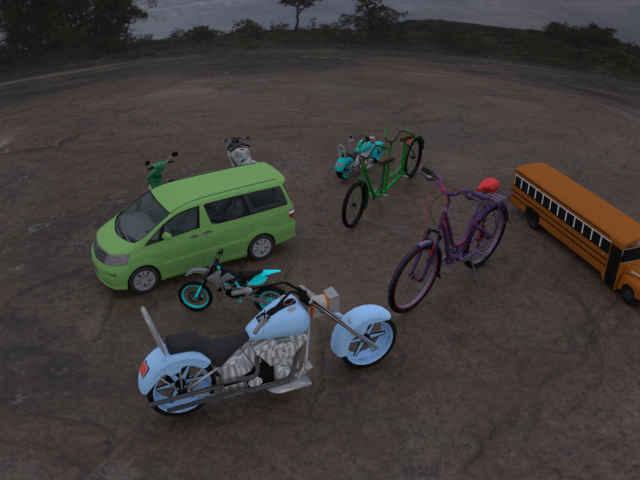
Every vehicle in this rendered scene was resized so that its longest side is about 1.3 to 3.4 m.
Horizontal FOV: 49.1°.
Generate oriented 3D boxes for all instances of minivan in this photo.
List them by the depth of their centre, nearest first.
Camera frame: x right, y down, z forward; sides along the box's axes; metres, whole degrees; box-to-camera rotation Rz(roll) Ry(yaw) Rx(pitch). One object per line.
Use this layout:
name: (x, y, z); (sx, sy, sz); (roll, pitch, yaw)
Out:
minivan: (-1.886, -0.247, 10.434); (3.011, 1.197, 1.324); (-16, 33, -26)

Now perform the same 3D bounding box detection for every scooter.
scooter: (-2.575, -0.956, 11.980); (1.399, 0.919, 0.662); (26, 38, 38)

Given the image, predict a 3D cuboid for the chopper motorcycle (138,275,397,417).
chopper motorcycle: (-0.511, 1.073, 7.798); (3.040, 1.480, 0.906); (-12, 32, -20)

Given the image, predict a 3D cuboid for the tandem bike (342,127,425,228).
tandem bike: (1.176, -1.310, 12.194); (0.550, 1.326, 3.192); (16, 33, 26)

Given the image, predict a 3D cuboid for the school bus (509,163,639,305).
school bus: (4.086, -0.176, 10.667); (0.709, 0.844, 3.322); (-9, 31, -16)

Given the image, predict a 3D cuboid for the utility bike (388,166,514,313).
utility bike: (1.950, -0.102, 9.522); (2.791, 1.839, 1.039); (-26, 38, -38)

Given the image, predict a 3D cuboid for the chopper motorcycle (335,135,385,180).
chopper motorcycle: (0.799, -1.681, 13.430); (0.466, 0.761, 1.563); (20, 35, 31)

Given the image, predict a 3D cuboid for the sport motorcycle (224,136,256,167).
sport motorcycle: (-1.400, -1.359, 12.796); (0.506, 0.821, 1.520); (-11, 31, -18)

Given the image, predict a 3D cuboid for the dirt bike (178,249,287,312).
dirt bike: (-1.161, 0.614, 9.250); (1.493, 0.857, 0.527); (3, 29, 5)
